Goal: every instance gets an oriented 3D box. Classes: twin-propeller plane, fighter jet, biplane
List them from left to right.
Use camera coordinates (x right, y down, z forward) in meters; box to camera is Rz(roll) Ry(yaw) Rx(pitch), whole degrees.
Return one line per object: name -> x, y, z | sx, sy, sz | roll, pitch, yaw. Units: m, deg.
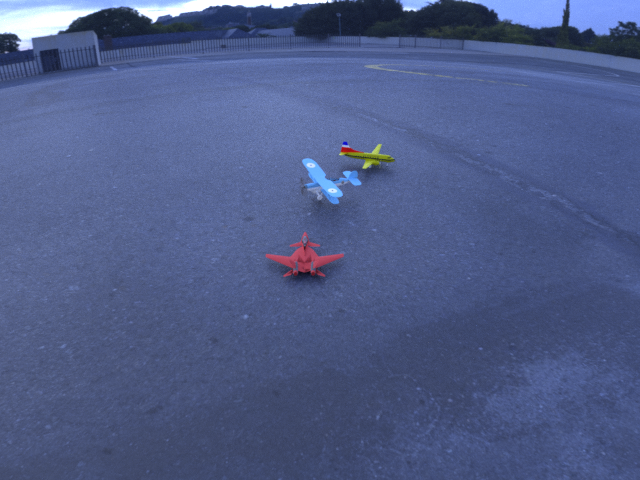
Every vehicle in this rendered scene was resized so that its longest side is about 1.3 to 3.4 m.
fighter jet -> -0.225, 0.114, 10.355 | 1.147, 0.286, 1.358 | 0, 28, 0
biplane -> 0.180, -0.986, 12.201 | 1.090, 0.504, 1.336 | -12, 30, -22
twin-propeller plane -> 0.928, -1.673, 13.601 | 1.095, 0.407, 1.370 | 8, 29, 15
